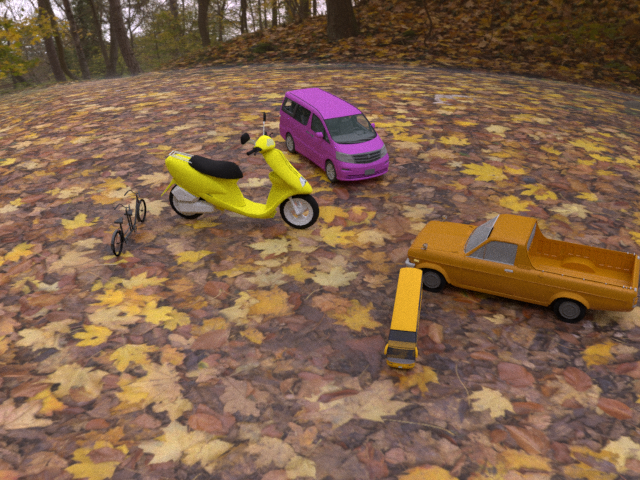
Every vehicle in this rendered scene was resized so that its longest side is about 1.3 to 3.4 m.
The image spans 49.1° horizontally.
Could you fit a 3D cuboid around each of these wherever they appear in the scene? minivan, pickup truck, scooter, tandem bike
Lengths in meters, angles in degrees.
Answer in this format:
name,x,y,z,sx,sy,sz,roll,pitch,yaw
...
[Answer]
name,x,y,z,sx,sy,sz,roll,pitch,yaw
minivan,0.241,-2.172,14.240,1.324,1.197,3.011,-13,30,-24
pickup truck,2.793,0.265,9.740,3.117,0.993,1.244,12,30,21
scooter,-1.343,-1.082,11.486,2.721,1.786,1.288,5,28,10
tandem bike,-3.072,-0.336,11.243,0.283,0.682,1.642,2,27,4

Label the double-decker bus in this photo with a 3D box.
name,x,y,z,sx,sy,sz,roll,pitch,yaw
double-decker bus,1.088,0.974,8.860,0.389,0.541,1.672,5,28,9
